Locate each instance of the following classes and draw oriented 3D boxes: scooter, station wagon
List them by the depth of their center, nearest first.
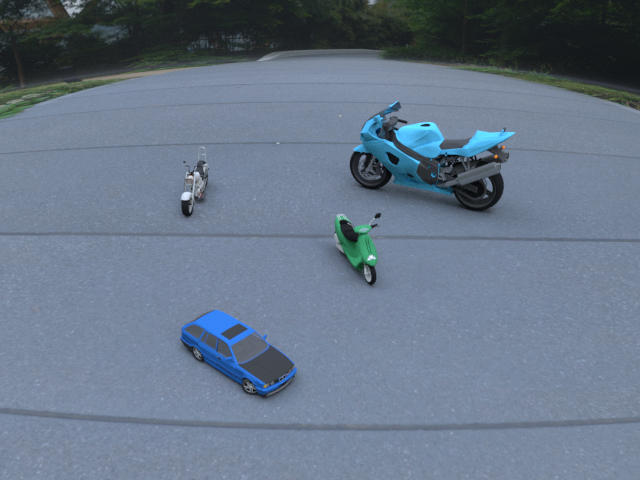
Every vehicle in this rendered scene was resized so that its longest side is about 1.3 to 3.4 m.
[{"bbox_3d":[-1.000,1.310,8.479,1.597,0.473,0.682,23,36,36],"label":"station wagon"},{"bbox_3d":[0.527,-0.008,10.455,0.662,0.919,1.399,-11,30,-19],"label":"scooter"}]

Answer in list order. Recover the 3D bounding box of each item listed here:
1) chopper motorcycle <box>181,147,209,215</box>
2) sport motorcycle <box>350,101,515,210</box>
[{"bbox_3d":[-2.256,-1.067,12.587,0.466,0.761,1.563,2,28,4],"label":"chopper motorcycle"},{"bbox_3d":[1.891,-1.464,12.443,2.955,1.596,0.983,13,31,23],"label":"sport motorcycle"}]
